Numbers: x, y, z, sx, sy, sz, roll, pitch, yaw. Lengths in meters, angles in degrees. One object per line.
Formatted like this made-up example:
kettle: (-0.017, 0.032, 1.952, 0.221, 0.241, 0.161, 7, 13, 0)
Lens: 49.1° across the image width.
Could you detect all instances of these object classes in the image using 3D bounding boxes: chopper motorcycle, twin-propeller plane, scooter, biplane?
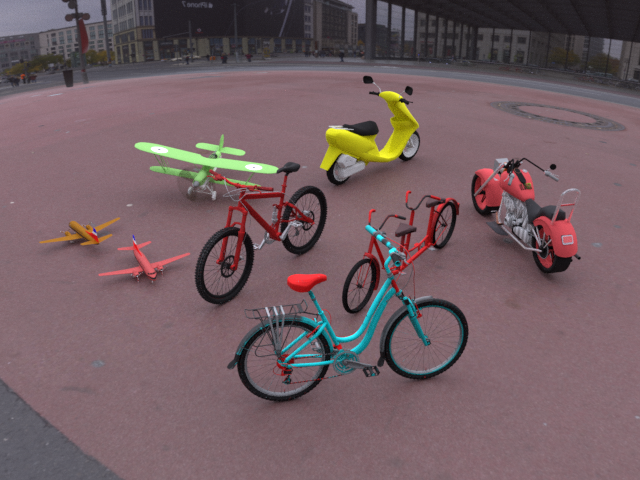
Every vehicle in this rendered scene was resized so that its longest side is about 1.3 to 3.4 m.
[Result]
chopper motorcycle: (3.143, -0.643, 11.014, 0.906, 1.480, 3.040, -6, 28, -11)
twin-propeller plane: (-2.617, 0.287, 10.374, 1.370, 0.407, 1.095, -14, 30, -25)
twin-propeller plane: (-3.800, -0.158, 11.244, 1.370, 0.407, 1.095, -22, 34, -36)
scooter: (1.069, -2.155, 13.632, 2.721, 1.786, 1.288, -22, 35, -37)
biplane: (-2.000, -1.374, 12.989, 2.598, 0.981, 2.120, 3, 27, 5)

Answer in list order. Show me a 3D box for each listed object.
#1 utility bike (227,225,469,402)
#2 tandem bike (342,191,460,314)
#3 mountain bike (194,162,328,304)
utility bike: (0.334, 0.834, 7.736, 2.791, 1.839, 1.039, -6, 28, -12)
tandem bike: (1.261, -0.062, 10.048, 0.550, 1.326, 3.192, 19, 33, 32)
mountain bike: (-0.764, -0.246, 10.011, 1.114, 1.688, 2.857, 18, 32, 32)
